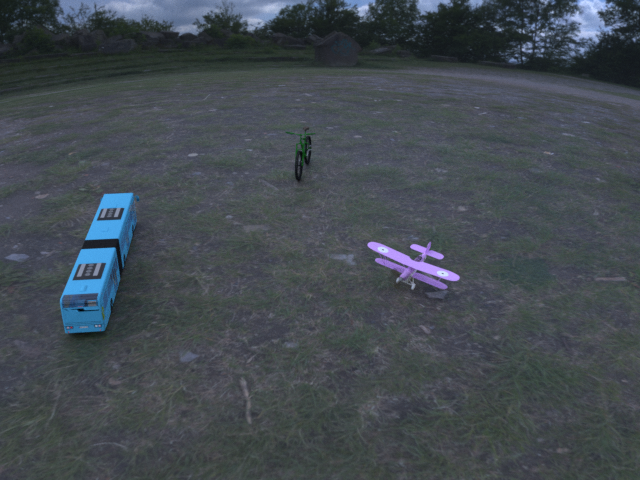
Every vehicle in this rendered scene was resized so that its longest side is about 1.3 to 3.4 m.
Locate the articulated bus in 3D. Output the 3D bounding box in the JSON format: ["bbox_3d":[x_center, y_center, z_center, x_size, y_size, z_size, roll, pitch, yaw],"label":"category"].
[{"bbox_3d":[-3.057,0.195,9.948,0.605,0.561,3.401,-3,26,-6],"label":"articulated bus"}]

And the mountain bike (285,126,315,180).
[{"bbox_3d":[-0.324,-1.742,13.532,0.573,0.868,1.469,4,27,9],"label":"mountain bike"}]

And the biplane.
[{"bbox_3d":[1.339,0.351,9.696,1.336,0.504,1.090,14,29,26],"label":"biplane"}]
